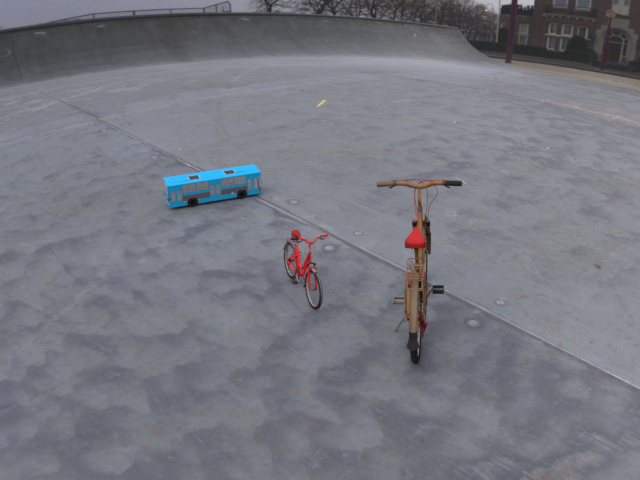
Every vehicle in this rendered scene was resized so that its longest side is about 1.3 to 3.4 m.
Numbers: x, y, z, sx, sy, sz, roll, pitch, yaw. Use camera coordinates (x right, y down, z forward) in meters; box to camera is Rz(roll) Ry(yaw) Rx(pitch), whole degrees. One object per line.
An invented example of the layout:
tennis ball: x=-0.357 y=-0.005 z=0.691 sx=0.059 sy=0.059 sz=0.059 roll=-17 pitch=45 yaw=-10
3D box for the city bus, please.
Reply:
city bus: x=-1.874 y=-0.932 z=12.279 sx=1.674 sy=0.460 sz=0.476 roll=-11 pitch=30 yaw=-19

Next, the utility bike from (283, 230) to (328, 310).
utility bike: x=-0.205 y=0.269 z=9.522 sx=0.535 sy=0.946 sz=1.435 roll=-11 pitch=30 yaw=-20

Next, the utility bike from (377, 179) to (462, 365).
utility bike: x=1.153 y=0.211 z=8.684 sx=1.039 sy=1.839 sz=2.791 roll=5 pitch=29 yaw=9
